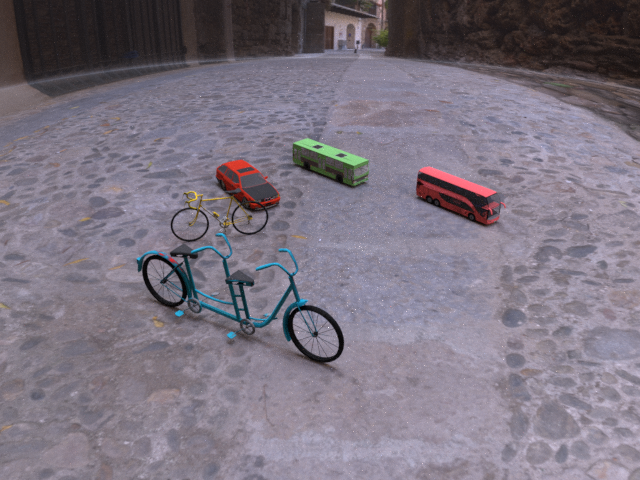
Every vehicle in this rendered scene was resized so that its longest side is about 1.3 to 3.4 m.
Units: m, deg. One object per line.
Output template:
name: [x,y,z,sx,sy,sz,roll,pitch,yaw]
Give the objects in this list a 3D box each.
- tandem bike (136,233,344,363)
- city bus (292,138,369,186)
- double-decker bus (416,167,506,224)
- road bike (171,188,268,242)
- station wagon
tandem bike: [-1.091,0.579,8.673,3.192,1.326,0.550,16,32,27]
city bus: [0.183,-1.489,13.431,0.476,0.460,1.674,-25,37,-38]
double-decker bus: [2.370,-0.760,11.991,0.389,0.541,1.672,-23,36,-36]
road bike: [-1.577,-0.407,11.007,1.545,0.852,0.358,-7,29,-13]
station wagon: [-1.305,-1.031,12.566,0.682,0.473,1.597,-16,32,-28]
